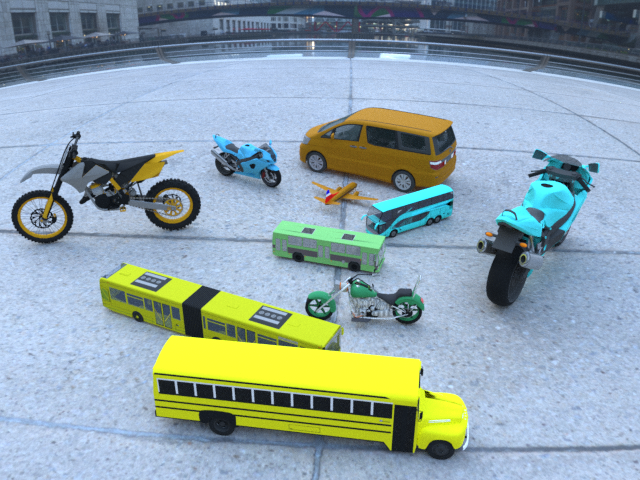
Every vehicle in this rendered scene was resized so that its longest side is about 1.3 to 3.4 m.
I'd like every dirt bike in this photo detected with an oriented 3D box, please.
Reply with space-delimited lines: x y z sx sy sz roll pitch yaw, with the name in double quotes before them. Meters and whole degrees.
"dirt bike" -3.354 -0.783 10.935 2.903 1.666 1.024 -7 30 -12

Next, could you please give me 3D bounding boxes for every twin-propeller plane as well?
"twin-propeller plane" 0.379 -0.863 12.365 1.370 0.407 1.095 17 34 28

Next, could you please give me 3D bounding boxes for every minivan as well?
"minivan" 1.047 -1.832 13.284 3.011 1.197 1.324 16 33 26

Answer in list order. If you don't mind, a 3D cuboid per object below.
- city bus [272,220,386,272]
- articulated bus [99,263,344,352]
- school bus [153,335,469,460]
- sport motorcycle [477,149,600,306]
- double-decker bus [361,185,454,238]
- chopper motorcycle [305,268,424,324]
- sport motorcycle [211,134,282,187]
"city bus" 0.130 0.110 10.576 1.674 0.460 0.476 9 31 16
"articulated bus" -1.325 0.982 8.919 3.401 0.561 0.605 14 32 23
"school bus" -0.081 1.642 7.453 3.322 0.844 0.709 4 30 8
"sport motorcycle" 3.130 -0.222 10.007 0.983 1.596 2.955 20 35 31
"double-decker bus" 1.468 -0.457 11.504 1.672 0.541 0.389 -17 34 -28
"chopper motorcycle" 0.585 0.743 9.140 1.563 0.761 0.466 3 29 6
"sport motorcycle" -1.368 -1.485 13.049 1.520 0.821 0.506 16 33 26
